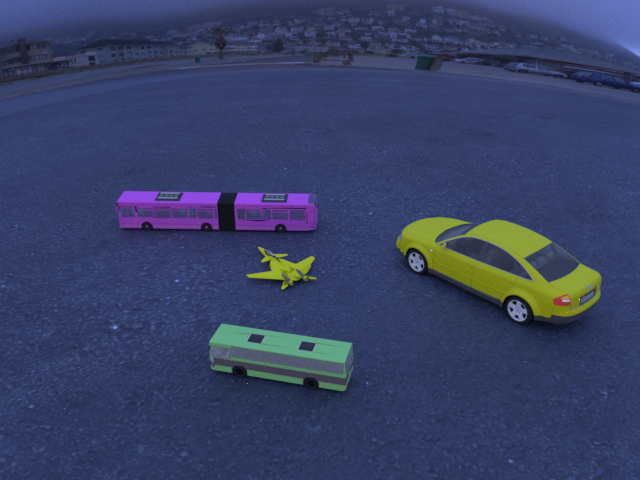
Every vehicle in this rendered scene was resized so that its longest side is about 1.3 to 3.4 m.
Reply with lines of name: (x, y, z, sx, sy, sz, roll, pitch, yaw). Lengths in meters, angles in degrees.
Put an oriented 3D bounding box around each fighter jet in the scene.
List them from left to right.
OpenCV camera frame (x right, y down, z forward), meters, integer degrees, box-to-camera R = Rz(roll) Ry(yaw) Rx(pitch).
fighter jet: (-0.644, 0.299, 10.722, 1.147, 0.286, 1.358, -15, 31, -28)

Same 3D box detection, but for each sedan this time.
sedan: (2.478, 0.233, 10.135, 1.235, 0.940, 3.137, -22, 34, -36)

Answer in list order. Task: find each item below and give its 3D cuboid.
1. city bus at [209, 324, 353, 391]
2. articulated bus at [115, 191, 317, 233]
city bus: (-0.462, 1.410, 8.357, 1.674, 0.460, 0.476, 7, 28, 13)
articulated bus: (-1.754, -0.495, 11.977, 3.401, 0.561, 0.605, 1, 27, 2)
